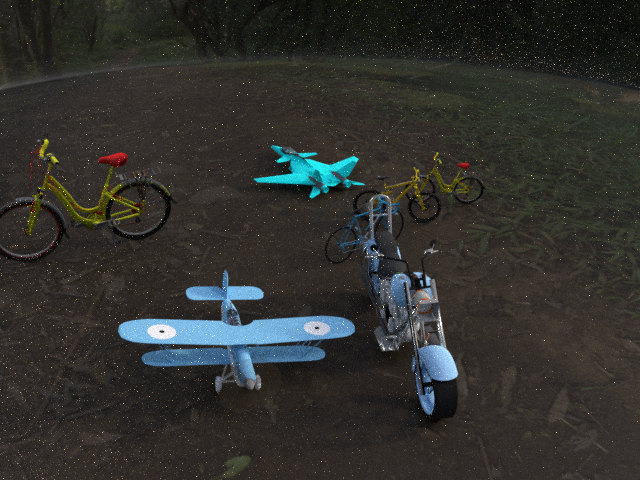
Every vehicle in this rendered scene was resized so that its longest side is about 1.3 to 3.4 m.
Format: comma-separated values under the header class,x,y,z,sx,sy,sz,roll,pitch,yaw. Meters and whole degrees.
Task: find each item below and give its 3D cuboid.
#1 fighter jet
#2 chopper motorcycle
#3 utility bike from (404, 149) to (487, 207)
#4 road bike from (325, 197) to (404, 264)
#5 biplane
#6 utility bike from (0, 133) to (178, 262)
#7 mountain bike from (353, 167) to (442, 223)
class,x,y,z,sx,sy,sz,roll,pitch,yaw
fighter jet,-0.337,-1.572,13.521,2.229,0.557,2.640,-16,32,-27
chopper motorcycle,1.025,0.686,8.345,0.906,1.480,3.040,-5,29,-9
utility bike,2.197,-1.031,12.104,1.435,0.946,0.535,1,28,1
road bike,0.694,-0.167,10.596,1.545,0.852,0.358,-19,34,-31
biplane,-0.944,1.078,8.143,2.598,0.981,2.120,-7,29,-13
utility bike,-3.487,-0.612,10.381,2.791,1.839,1.039,-13,31,-23
mountain bike,1.282,-0.701,11.571,1.469,0.868,0.573,3,28,5
